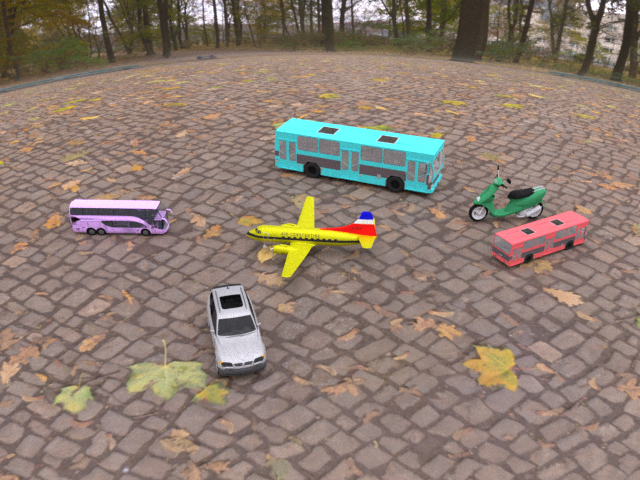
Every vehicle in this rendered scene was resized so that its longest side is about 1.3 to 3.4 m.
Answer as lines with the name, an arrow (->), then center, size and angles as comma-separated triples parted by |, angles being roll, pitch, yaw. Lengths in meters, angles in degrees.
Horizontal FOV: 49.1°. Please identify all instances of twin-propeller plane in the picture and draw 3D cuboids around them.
twin-propeller plane -> -0.150, -0.155, 11.240 | 2.129, 0.792, 2.663 | 4, 30, 6

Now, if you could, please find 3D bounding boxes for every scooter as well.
scooter -> 3.301, -0.763, 12.177 | 1.399, 0.919, 0.662 | -3, 30, -5

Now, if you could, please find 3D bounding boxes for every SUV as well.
SUV -> -1.124, 1.138, 9.188 | 0.656, 0.580, 1.572 | -7, 30, -12

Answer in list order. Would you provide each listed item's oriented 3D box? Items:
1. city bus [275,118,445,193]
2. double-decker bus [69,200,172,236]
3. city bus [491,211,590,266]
city bus -> 0.745, -1.640, 13.737 | 3.255, 0.894, 0.926 | 12, 32, 19
double-decker bus -> -3.378, -0.386, 11.897 | 1.672, 0.541, 0.389 | 1, 30, 2
city bus -> 3.573, -0.014, 11.327 | 1.674, 0.460, 0.476 | -15, 33, -24
